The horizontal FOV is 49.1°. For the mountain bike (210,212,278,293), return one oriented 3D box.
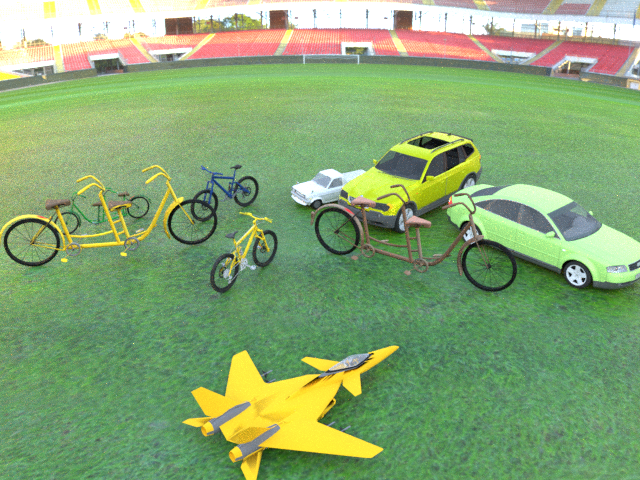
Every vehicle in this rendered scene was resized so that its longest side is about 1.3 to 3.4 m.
[{"bbox_3d":[-1.057,0.150,9.916,0.573,0.868,1.469,16,30,30],"label":"mountain bike"}]

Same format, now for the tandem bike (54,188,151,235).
[{"bbox_3d":[-3.580,-0.540,11.570,1.642,0.682,0.283,-16,30,-30],"label":"tandem bike"}]

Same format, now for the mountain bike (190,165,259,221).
[{"bbox_3d":[-1.628,-0.863,12.028,0.573,0.868,1.469,23,34,39],"label":"mountain bike"}]

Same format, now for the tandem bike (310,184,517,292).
[{"bbox_3d":[1.254,-0.139,9.990,3.192,1.326,0.550,14,29,26],"label":"tandem bike"}]

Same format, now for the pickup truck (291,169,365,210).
[{"bbox_3d":[0.276,-0.999,12.726,1.603,0.511,0.640,-15,29,-28],"label":"pickup truck"}]

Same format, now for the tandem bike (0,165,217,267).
[{"bbox_3d":[-3.134,-0.360,10.451,3.192,1.326,0.550,-8,27,-16],"label":"tandem bike"}]

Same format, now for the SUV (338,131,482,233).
[{"bbox_3d":[1.639,-1.111,12.244,1.276,1.128,3.058,22,33,38],"label":"SUV"}]

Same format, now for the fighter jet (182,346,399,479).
[{"bbox_3d":[-0.047,1.494,7.473,2.640,0.557,2.229,-21,33,-37],"label":"fighter jet"}]

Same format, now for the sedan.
[{"bbox_3d":[3.370,-0.208,10.580,1.235,0.940,3.137,-21,33,-37],"label":"sedan"}]
